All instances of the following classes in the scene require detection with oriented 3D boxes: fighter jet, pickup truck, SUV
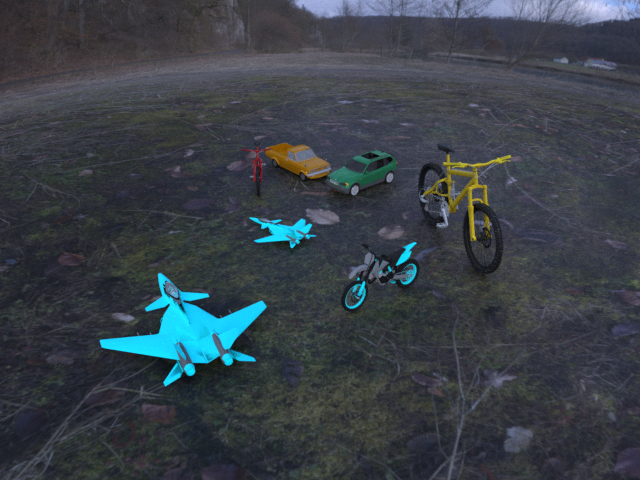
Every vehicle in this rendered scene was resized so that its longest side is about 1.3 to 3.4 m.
[{"bbox_3d":[-1.867,0.899,9.428,2.229,0.557,2.640,-12,30,-22],"label":"fighter jet"},{"bbox_3d":[-0.753,-0.262,11.974,1.358,0.286,1.147,23,35,37],"label":"fighter jet"},{"bbox_3d":[-0.475,-1.692,14.502,0.640,0.511,1.603,-20,33,-34],"label":"pickup truck"},{"bbox_3d":[0.844,-1.353,13.769,1.572,0.580,0.656,-22,35,-36],"label":"SUV"}]

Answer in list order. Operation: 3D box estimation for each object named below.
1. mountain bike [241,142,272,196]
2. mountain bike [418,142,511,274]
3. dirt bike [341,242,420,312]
[{"bbox_3d":[-1.217,-1.460,13.662,0.573,0.868,1.469,-2,27,-4],"label":"mountain bike"},{"bbox_3d":[2.209,-0.678,11.251,1.114,1.688,2.857,-8,28,-14],"label":"mountain bike"},{"bbox_3d":[0.889,0.469,9.935,1.493,0.857,0.527,-20,33,-34],"label":"dirt bike"}]
